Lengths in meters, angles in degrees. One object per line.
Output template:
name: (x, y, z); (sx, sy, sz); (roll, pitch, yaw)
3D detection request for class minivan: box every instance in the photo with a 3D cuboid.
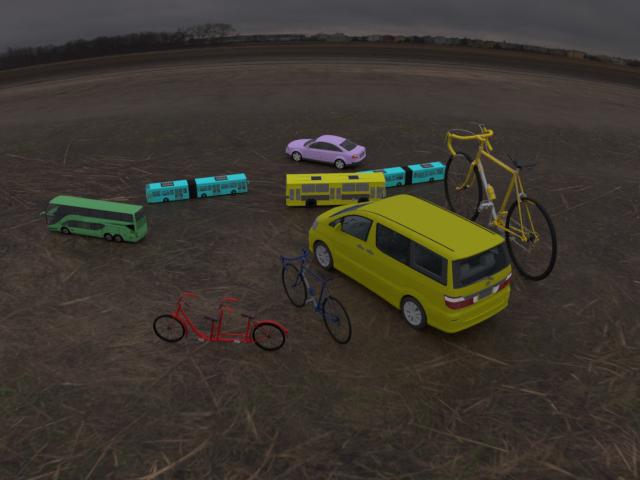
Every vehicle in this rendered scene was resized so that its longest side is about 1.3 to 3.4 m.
minivan: (1.071, 0.089, 9.319); (1.324, 1.197, 3.011); (-19, 33, -32)

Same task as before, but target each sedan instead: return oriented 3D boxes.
sedan: (0.098, -1.772, 13.618); (1.613, 0.483, 0.635); (13, 30, 23)

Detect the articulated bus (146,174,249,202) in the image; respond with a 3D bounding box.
articulated bus: (-2.126, -0.901, 12.173); (1.749, 0.289, 0.311); (-8, 29, -15)

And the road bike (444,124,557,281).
road bike: (2.559, -0.639, 10.208); (0.696, 1.656, 3.004); (-9, 29, -17)

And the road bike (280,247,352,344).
road bike: (-0.068, 0.657, 8.610); (0.358, 0.852, 1.545); (-17, 32, -29)

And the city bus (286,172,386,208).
city bus: (0.259, -0.843, 11.878); (1.674, 0.460, 0.476); (-2, 28, -3)

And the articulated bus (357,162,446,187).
articulated bus: (1.463, -1.158, 12.661); (1.749, 0.289, 0.311); (-9, 29, -16)

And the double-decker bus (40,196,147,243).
double-decker bus: (-3.493, -0.331, 10.820); (1.672, 0.541, 0.389); (8, 29, 14)

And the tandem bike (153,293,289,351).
tandem bike: (-1.179, 0.973, 8.194); (1.642, 0.682, 0.283); (4, 28, 7)
